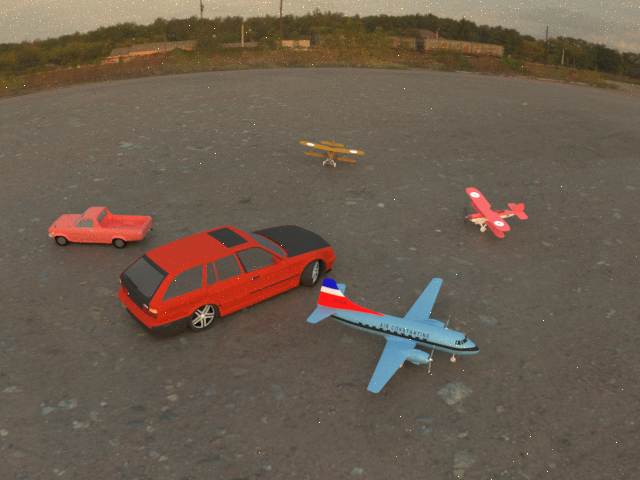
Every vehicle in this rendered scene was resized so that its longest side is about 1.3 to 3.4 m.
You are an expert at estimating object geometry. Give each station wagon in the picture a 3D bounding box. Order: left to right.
[{"bbox_3d":[-1.217,0.340,9.845,3.105,0.920,1.327,-20,33,-33],"label":"station wagon"}]

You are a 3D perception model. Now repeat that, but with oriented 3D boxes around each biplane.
[{"bbox_3d":[0.259,-1.833,14.526,1.336,0.504,1.090,2,27,3],"label":"biplane"},{"bbox_3d":[2.943,-0.417,11.771,1.090,0.504,1.336,-7,28,-14],"label":"biplane"}]

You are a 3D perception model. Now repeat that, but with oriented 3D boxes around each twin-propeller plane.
[{"bbox_3d":[0.936,1.002,8.698,2.129,0.792,2.663,12,29,21],"label":"twin-propeller plane"}]

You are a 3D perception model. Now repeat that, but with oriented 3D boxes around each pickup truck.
[{"bbox_3d":[-3.575,-0.236,11.414,1.603,0.511,0.640,2,27,4],"label":"pickup truck"}]
